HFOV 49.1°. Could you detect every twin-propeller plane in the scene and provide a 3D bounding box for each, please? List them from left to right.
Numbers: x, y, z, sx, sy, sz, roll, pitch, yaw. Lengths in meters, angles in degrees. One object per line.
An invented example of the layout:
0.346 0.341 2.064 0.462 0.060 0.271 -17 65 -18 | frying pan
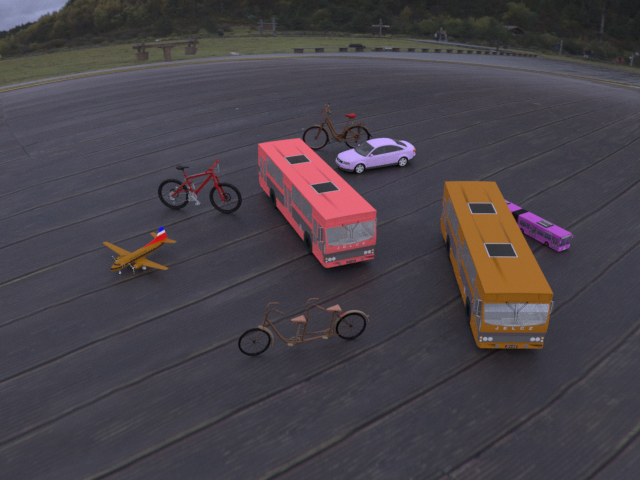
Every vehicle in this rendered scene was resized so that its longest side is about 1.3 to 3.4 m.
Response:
-2.654 0.159 10.287 1.370 0.407 1.095 19 34 31 | twin-propeller plane

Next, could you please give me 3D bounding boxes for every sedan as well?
1.082 -1.686 13.631 1.613 0.483 0.635 -11 30 -20 | sedan

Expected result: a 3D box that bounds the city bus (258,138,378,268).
-0.145 -0.666 11.304 0.926 0.894 3.255 -11 30 -19 | city bus

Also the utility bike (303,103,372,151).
0.363 -2.250 14.189 1.435 0.946 0.535 -1 28 -2 | utility bike

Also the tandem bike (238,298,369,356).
-0.180 1.013 8.413 1.642 0.682 0.283 -8 29 -14 | tandem bike

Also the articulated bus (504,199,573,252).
3.285 -0.300 11.264 0.311 0.289 1.749 -16 32 -27 | articulated bus

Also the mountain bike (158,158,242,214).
-2.029 -0.873 11.717 1.469 0.868 0.573 5 29 9 | mountain bike

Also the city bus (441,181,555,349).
2.298 0.238 9.627 0.926 0.894 3.255 0 28 1 | city bus
